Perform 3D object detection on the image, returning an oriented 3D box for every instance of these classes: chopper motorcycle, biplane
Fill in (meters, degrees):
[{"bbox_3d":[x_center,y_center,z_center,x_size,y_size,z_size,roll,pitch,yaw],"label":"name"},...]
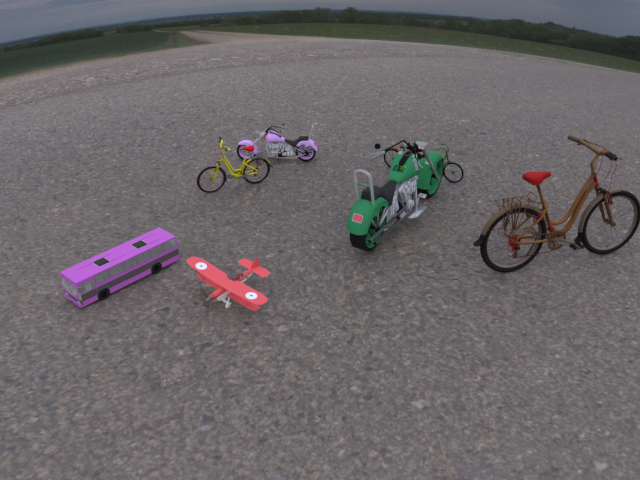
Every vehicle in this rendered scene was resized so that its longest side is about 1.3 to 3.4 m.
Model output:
[{"bbox_3d":[-0.829,-1.867,13.434,1.563,0.761,0.466,3,31,5],"label":"chopper motorcycle"},{"bbox_3d":[1.306,-0.942,11.182,0.906,1.480,3.040,17,35,27],"label":"chopper motorcycle"},{"bbox_3d":[-1.162,0.591,9.564,1.336,0.504,1.090,20,36,30],"label":"biplane"}]

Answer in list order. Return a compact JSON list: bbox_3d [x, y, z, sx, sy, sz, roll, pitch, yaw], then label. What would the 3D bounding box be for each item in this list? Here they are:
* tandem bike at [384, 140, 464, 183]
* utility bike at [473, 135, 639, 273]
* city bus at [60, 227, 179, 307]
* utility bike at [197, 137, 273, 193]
[{"bbox_3d":[1.885,-1.504,12.903,1.642,0.682,0.283,17,35,26],"label":"tandem bike"},{"bbox_3d":[3.470,-0.516,10.117,2.791,1.839,1.039,-9,32,-15],"label":"utility bike"},{"bbox_3d":[-2.808,0.382,9.958,0.476,0.460,1.674,25,39,35],"label":"city bus"},{"bbox_3d":[-1.480,-1.316,12.330,1.435,0.946,0.535,-14,34,-22],"label":"utility bike"}]
